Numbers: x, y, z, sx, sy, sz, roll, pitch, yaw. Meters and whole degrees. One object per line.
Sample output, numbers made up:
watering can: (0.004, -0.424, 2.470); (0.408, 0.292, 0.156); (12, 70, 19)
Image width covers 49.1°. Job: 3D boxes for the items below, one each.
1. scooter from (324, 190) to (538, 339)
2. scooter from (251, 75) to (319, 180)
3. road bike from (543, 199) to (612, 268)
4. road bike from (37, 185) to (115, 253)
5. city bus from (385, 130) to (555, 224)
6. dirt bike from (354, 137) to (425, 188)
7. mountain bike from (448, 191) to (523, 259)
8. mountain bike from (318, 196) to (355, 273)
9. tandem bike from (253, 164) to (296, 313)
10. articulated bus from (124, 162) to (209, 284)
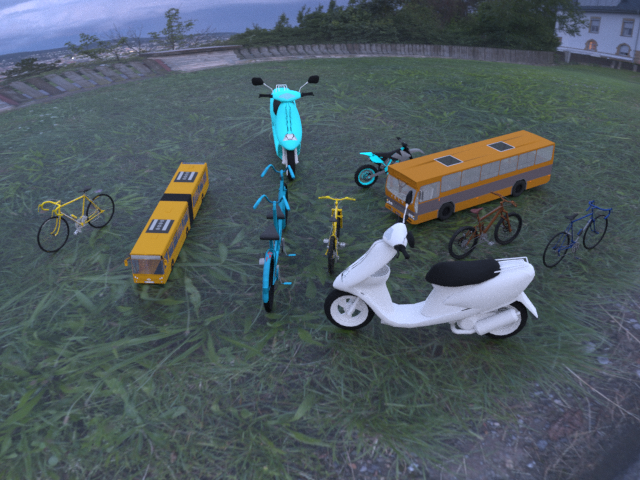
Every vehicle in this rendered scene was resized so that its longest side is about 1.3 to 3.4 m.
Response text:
scooter: (1.405, 0.452, 8.794); (2.721, 1.786, 1.288); (3, 30, 5)
scooter: (-0.686, -2.462, 13.908); (1.288, 1.786, 2.721); (-3, 30, -6)
road bike: (3.943, -0.099, 10.705); (1.545, 0.852, 0.358); (-19, 35, -30)
road bike: (-3.905, -0.394, 11.223); (0.358, 0.852, 1.545); (18, 34, 28)
city bus: (2.704, -1.125, 12.462); (3.255, 0.894, 0.926); (-17, 34, -27)
dirt bike: (1.355, -1.425, 13.025); (1.493, 0.857, 0.527); (-8, 31, -13)
mountain bike: (2.601, -0.204, 10.873); (1.469, 0.868, 0.573); (-16, 33, -25)
mountain bike: (0.230, -0.142, 10.764); (0.573, 0.868, 1.469); (3, 30, 6)
tandem bike: (-0.652, -0.199, 10.401); (0.550, 1.326, 3.192); (1, 30, 2)
articulated bus: (-2.398, -0.388, 11.505); (0.605, 0.561, 3.401); (2, 30, 3)
